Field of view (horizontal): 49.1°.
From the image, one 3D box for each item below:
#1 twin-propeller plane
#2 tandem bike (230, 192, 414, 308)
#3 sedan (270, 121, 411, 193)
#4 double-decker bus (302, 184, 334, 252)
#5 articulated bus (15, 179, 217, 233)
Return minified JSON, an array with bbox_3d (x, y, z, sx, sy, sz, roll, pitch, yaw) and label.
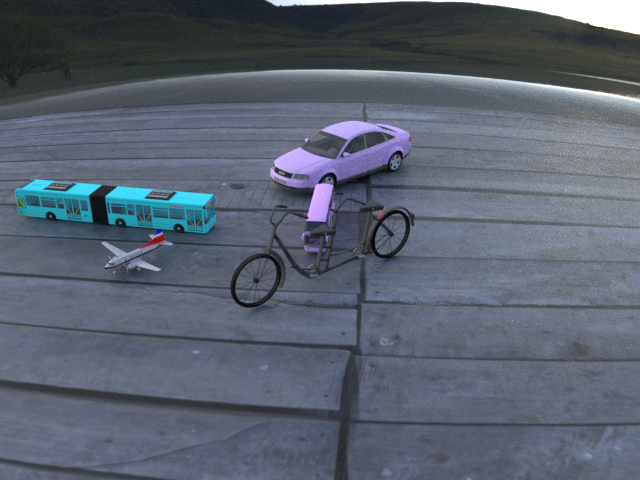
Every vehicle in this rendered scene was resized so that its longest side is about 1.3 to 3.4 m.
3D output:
[{"bbox_3d":[-2.719,0.172,10.305,1.370,0.407,1.095,21,33,35],"label":"twin-propeller plane"},{"bbox_3d":[0.140,-0.026,9.673,3.192,1.326,0.550,-18,32,-32],"label":"tandem bike"},{"bbox_3d":[0.442,-1.696,13.452,3.137,0.940,1.235,-22,34,-37],"label":"sedan"},{"bbox_3d":[0.002,-0.354,11.209,0.389,0.541,1.672,2,27,5],"label":"double-decker bus"},{"bbox_3d":[-3.378,-0.569,11.617,3.401,0.561,0.605,5,27,11],"label":"articulated bus"}]
